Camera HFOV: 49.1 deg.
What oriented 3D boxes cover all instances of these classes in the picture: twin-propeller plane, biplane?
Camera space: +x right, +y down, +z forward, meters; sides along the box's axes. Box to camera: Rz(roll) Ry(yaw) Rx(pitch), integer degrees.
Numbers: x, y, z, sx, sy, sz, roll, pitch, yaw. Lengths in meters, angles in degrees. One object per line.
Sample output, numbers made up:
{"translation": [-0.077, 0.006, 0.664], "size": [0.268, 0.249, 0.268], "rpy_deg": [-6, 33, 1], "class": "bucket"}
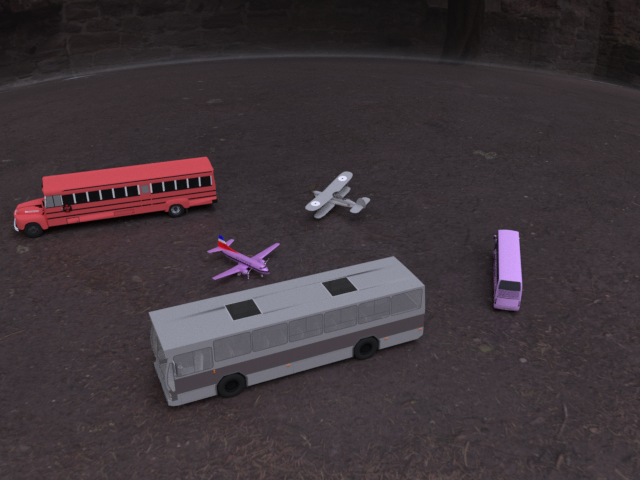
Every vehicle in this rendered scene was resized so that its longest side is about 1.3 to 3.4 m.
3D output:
{"translation": [-1.157, 0.248, 10.480], "size": [1.095, 0.407, 1.370], "rpy_deg": [22, 35, 34], "class": "twin-propeller plane"}
{"translation": [0.304, -0.685, 12.084], "size": [1.090, 0.504, 1.336], "rpy_deg": [17, 33, 28], "class": "biplane"}

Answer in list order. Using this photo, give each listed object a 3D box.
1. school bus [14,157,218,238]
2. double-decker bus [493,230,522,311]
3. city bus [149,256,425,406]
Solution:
{"translation": [-3.452, -0.758, 11.864], "size": [3.322, 0.844, 0.709], "rpy_deg": [-9, 30, -17], "class": "school bus"}
{"translation": [2.697, 0.385, 10.090], "size": [0.389, 0.541, 1.672], "rpy_deg": [6, 29, 11], "class": "double-decker bus"}
{"translation": [-0.339, 1.073, 8.464], "size": [3.255, 0.894, 0.926], "rpy_deg": [-12, 31, -21], "class": "city bus"}
